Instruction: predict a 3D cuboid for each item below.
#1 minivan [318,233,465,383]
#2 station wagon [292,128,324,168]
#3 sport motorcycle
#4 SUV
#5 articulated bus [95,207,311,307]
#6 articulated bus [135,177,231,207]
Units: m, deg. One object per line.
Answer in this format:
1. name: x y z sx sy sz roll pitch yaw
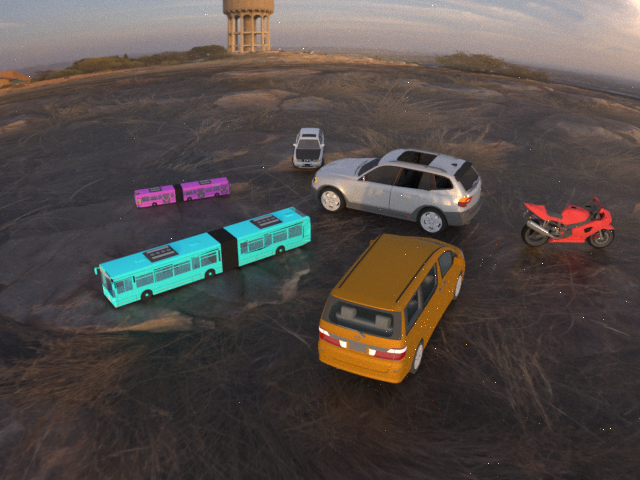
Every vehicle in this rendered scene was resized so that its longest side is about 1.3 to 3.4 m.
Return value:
1. minivan: 1.064 0.620 9.276 1.324 1.197 3.011 13 31 22
2. station wagon: -0.231 -1.998 14.946 0.682 0.473 1.597 1 28 2
3. sport motorcycle: 4.014 -0.250 11.303 1.520 0.821 0.506 2 28 3
4. SUV: 1.344 -1.021 12.420 3.058 1.128 1.276 13 31 23
5. articulated bus: -1.665 0.203 10.730 3.401 0.561 0.605 -19 33 -31
6. articulated bus: -2.550 -0.891 13.068 1.749 0.289 0.311 -10 30 -19
